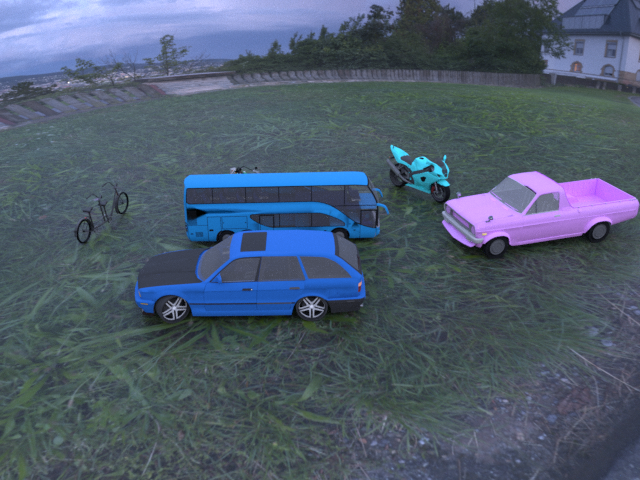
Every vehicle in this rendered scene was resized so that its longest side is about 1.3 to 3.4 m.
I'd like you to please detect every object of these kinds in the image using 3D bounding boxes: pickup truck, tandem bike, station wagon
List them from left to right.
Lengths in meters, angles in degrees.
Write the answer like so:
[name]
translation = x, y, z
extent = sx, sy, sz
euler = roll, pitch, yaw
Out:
[tandem bike]
translation = -3.652, -0.512, 11.732
extent = 0.283, 0.682, 1.642
euler = 7, 27, 14
[station wagon]
translation = -0.950, 0.421, 9.533
extent = 3.105, 0.920, 1.327
euler = -1, 26, -2
[pickup truck]
translation = 3.598, -0.540, 11.433
extent = 3.117, 0.993, 1.244
euler = -8, 27, -16

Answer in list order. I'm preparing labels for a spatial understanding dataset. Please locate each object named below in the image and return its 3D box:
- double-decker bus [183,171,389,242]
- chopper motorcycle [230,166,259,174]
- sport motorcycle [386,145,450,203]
[double-decker bus]
translation = -0.551, -0.527, 11.339
extent = 3.251, 1.052, 0.756
euler = -1, 26, -3
[chopper motorcycle]
translation = -1.358, -1.002, 12.651
extent = 0.466, 0.761, 1.563
euler = -20, 32, -35
[sport motorcycle]
translation = 1.855, -1.246, 13.087
extent = 0.506, 0.821, 1.520
euler = -20, 32, -35
